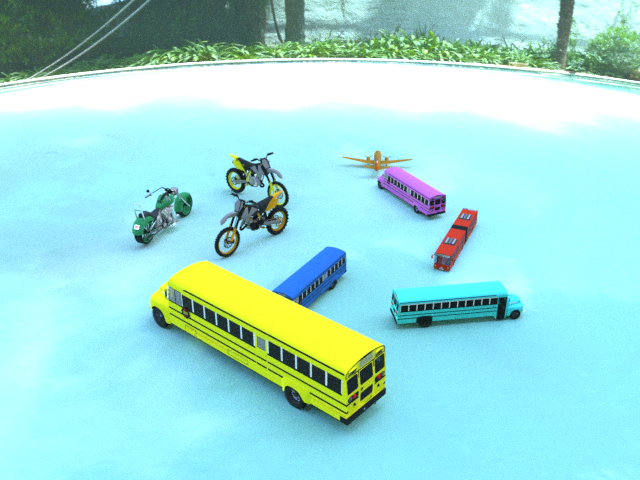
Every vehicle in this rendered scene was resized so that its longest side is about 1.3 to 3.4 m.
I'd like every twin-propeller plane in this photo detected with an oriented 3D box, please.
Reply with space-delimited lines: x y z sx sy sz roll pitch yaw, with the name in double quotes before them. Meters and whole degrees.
"twin-propeller plane" 1.116 -1.583 13.602 1.370 0.407 1.095 2 27 5

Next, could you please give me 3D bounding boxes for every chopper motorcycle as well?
"chopper motorcycle" -2.483 -0.508 11.116 0.466 0.761 1.563 10 29 18

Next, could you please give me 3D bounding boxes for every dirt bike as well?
"dirt bike" -1.107 -1.096 12.159 1.493 0.857 0.527 21 34 35
"dirt bike" -1.018 -0.307 10.620 0.527 0.857 1.493 23 35 37

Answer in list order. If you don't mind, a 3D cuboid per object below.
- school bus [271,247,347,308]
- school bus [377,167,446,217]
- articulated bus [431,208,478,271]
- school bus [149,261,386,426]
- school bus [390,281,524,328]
"school bus" -0.196 0.627 9.259 0.365 0.434 1.708 15 31 27
"school bus" 1.552 -0.880 12.201 0.365 0.434 1.708 -13 30 -24
"articulated bus" 2.091 -0.035 10.711 0.311 0.289 1.749 12 29 21
"school bus" -0.767 1.019 8.045 3.322 0.844 0.709 22 34 36
"school bus" 1.768 0.803 8.916 1.708 0.434 0.365 -4 27 -8
